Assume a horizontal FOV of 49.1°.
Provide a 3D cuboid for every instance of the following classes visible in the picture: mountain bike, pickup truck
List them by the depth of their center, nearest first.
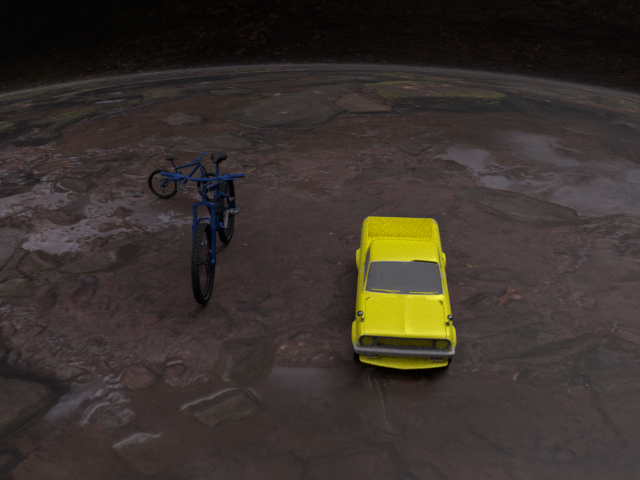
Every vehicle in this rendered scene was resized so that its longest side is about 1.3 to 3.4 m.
[{"bbox_3d":[1.072,0.472,9.145,1.244,0.993,3.117,2,27,4],"label":"pickup truck"},{"bbox_3d":[-1.514,-0.358,10.004,1.114,1.688,2.857,1,27,3],"label":"mountain bike"},{"bbox_3d":[-2.349,-1.098,12.347,1.469,0.868,0.573,5,27,9],"label":"mountain bike"}]
